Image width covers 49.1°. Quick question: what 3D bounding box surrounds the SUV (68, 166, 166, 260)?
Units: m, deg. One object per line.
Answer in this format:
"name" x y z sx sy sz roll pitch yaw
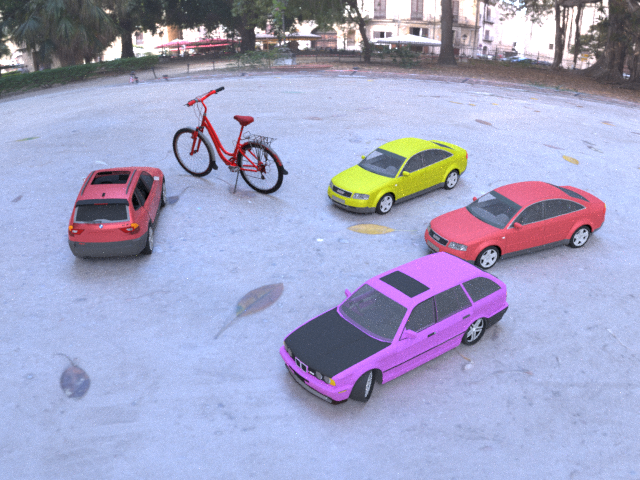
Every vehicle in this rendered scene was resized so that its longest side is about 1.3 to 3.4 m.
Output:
"SUV" -3.357 -0.682 11.738 1.276 1.128 3.058 -2 27 -4

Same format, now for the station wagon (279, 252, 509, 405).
"station wagon" 0.974 0.950 8.728 3.105 0.920 1.327 -19 33 -33

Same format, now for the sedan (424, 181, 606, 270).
"sedan" 3.171 -0.359 11.306 3.137 0.940 1.235 -11 29 -21

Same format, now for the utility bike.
"utility bike" -1.834 -1.840 13.246 2.791 1.839 1.039 16 31 28

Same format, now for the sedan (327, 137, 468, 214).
"sedan" 1.511 -1.338 13.249 3.137 0.940 1.235 -21 34 -36
